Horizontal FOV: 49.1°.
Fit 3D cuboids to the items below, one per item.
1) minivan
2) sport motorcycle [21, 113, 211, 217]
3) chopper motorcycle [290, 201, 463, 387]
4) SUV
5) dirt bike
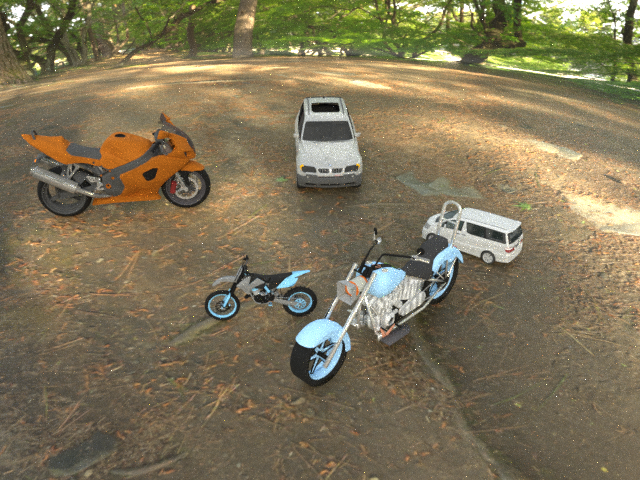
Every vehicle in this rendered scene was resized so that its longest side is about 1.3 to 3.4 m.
[{"bbox_3d":[2.362,-0.139,10.937,1.548,0.616,0.681,20,34,32],"label":"minivan"},{"bbox_3d":[-3.369,-1.203,11.852,2.955,1.596,0.983,-4,29,-8],"label":"sport motorcycle"},{"bbox_3d":[0.800,0.604,8.691,0.906,1.480,3.040,25,38,38],"label":"chopper motorcycle"},{"bbox_3d":[0.118,-1.972,13.735,1.276,1.128,3.058,-1,29,-2],"label":"SUV"},{"bbox_3d":[-0.780,0.678,9.201,1.493,0.857,0.527,-3,29,-5],"label":"dirt bike"}]
